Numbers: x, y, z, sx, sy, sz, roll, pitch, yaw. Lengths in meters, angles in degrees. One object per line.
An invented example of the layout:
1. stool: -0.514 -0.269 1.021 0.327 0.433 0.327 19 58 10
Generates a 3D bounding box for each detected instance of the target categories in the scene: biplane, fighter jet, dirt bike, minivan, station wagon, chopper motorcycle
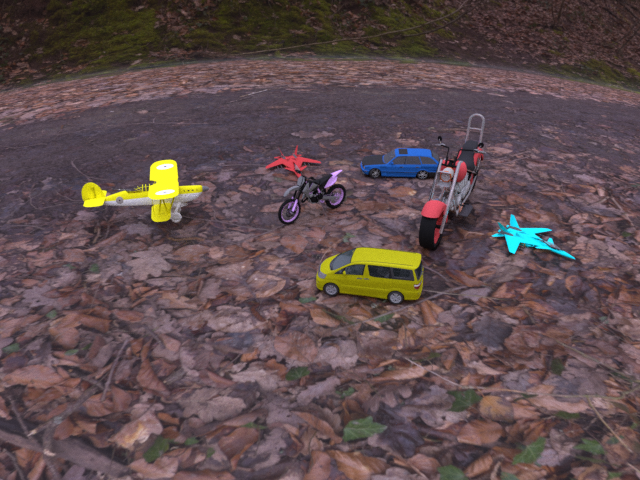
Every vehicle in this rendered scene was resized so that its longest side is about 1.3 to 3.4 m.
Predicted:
1. biplane: -2.971 -0.780 12.027 2.120 0.981 2.598 -6 29 -10
2. fighter jet: -0.513 -1.538 14.125 1.147 0.286 1.358 -7 30 -12
3. dirt bike: -0.117 -0.801 12.193 1.493 0.857 0.527 -21 35 -33
4. minivan: 0.716 0.465 10.140 1.548 0.616 0.681 7 29 12
5. station wagon: 1.609 -1.550 13.954 1.597 0.473 0.682 1 29 3
6. fighter jet: 3.532 -0.014 11.353 1.147 0.286 1.358 -25 37 -37
7. chopper motorcycle: 2.295 -1.055 12.009 0.906 1.480 3.040 13 31 22
